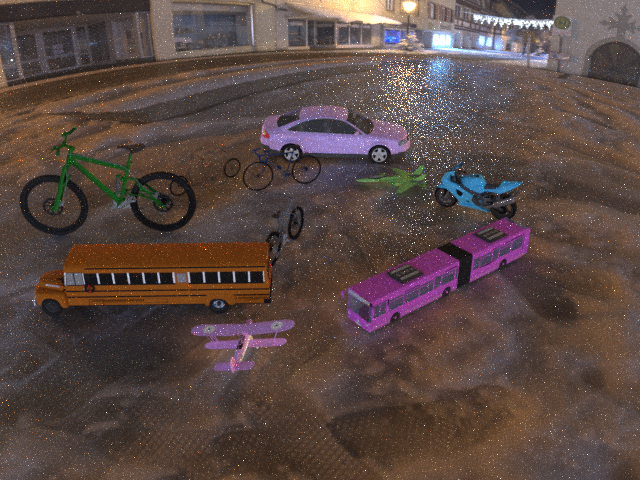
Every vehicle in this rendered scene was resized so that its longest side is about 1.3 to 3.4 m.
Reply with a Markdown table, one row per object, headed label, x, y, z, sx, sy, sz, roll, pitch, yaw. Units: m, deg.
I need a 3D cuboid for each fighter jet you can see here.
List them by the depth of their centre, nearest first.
| label | x | y | z | sx | sy | sz | roll | pitch | yaw |
| --- | --- | --- | --- | --- | --- | --- | --- | --- | --- |
| fighter jet | 1.356 | -1.218 | 13.455 | 1.358 | 0.286 | 1.147 | 0 | 30 | 0 |

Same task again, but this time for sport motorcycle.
| label | x | y | z | sx | sy | sz | roll | pitch | yaw |
| --- | --- | --- | --- | --- | --- | --- | --- | --- | --- |
| sport motorcycle | 2.742 | -0.834 | 12.241 | 1.520 | 0.821 | 0.506 | 15 | 33 | 25 |

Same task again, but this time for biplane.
| label | x | y | z | sx | sy | sz | roll | pitch | yaw |
| --- | --- | --- | --- | --- | --- | --- | --- | --- | --- |
| biplane | -1.002 | 1.311 | 8.797 | 1.336 | 0.504 | 1.090 | 3 | 30 | 6 |

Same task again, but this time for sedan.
| label | x | y | z | sx | sy | sz | roll | pitch | yaw |
| --- | --- | --- | --- | --- | --- | --- | --- | --- | --- |
| sedan | 0.323 | -2.262 | 14.627 | 3.137 | 0.940 | 1.235 | 2 | 30 | 3 |

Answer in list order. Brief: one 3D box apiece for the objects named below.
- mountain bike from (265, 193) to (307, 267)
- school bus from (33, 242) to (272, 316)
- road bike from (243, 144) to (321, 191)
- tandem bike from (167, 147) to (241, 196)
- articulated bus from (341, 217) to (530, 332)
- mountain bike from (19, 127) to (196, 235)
| label | x | y | z | sx | sy | sz | roll | pitch | yaw |
| --- | --- | --- | --- | --- | --- | --- | --- | --- | --- |
| mountain bike | -0.562 | -0.203 | 11.087 | 0.573 | 0.868 | 1.469 | 11 | 32 | 19 |
| school bus | -2.346 | 0.517 | 9.846 | 3.322 | 0.844 | 0.709 | -1 | 30 | -1 |
| road bike | -0.709 | -1.379 | 13.167 | 1.545 | 0.852 | 0.358 | -10 | 31 | -17 |
| tandem bike | -2.177 | -1.320 | 13.236 | 1.642 | 0.682 | 0.283 | -24 | 38 | -36 |
| articulated bus | 1.811 | 0.440 | 10.267 | 3.401 | 0.561 | 0.605 | -21 | 36 | -32 |
| mountain bike | -3.486 | -0.863 | 11.417 | 2.857 | 1.688 | 1.114 | -2 | 30 | -3 |
